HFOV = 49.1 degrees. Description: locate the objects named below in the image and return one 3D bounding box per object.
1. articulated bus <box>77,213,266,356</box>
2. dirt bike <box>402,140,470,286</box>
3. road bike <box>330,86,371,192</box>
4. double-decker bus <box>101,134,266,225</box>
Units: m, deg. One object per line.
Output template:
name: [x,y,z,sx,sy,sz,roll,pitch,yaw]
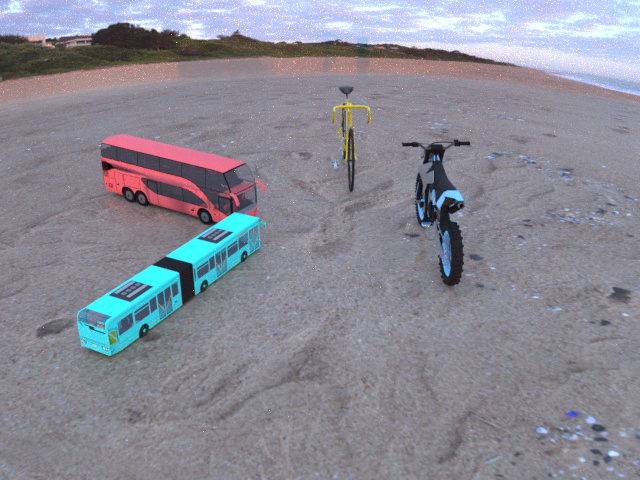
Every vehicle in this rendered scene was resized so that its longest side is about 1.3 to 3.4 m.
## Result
articulated bus: [-1.883,0.477,9.586,0.605,0.561,3.401,13,29,25]
dirt bike: [1.755,-0.589,10.521,1.024,1.666,2.903,-1,26,-3]
road bike: [0.541,-2.092,13.643,0.697,1.656,3.004,-1,26,-2]
double-decker bus: [-2.463,-1.049,12.180,3.251,1.052,0.756,16,30,29]
